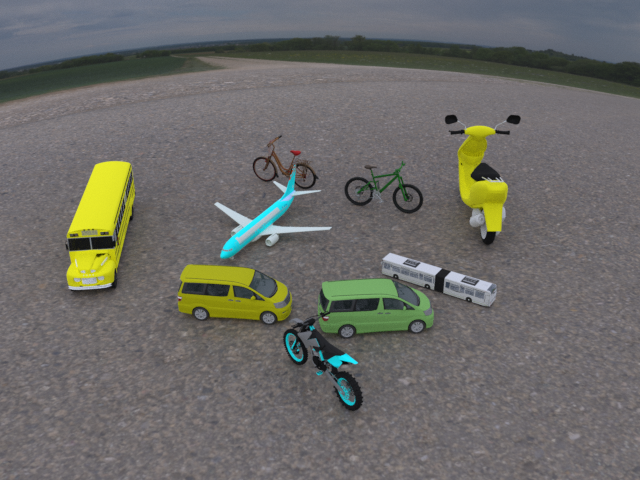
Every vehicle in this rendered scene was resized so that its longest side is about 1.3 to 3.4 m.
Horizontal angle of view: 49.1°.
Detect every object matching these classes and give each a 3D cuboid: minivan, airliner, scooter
[{"bbox_3d":[0.752,0.870,9.353,1.548,0.616,0.681,-3,28,-6],"label":"minivan"},{"bbox_3d":[-0.962,-0.467,11.664,2.257,0.835,2.541,13,30,23],"label":"airliner"},{"bbox_3d":[2.760,-1.182,12.004,1.288,1.786,2.721,0,28,0],"label":"scooter"},{"bbox_3d":[-1.161,0.722,9.633,1.548,0.616,0.681,3,28,5],"label":"minivan"}]

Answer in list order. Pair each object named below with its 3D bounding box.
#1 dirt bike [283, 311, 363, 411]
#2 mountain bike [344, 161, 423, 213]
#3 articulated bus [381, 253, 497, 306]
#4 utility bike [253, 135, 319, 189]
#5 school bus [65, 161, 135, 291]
[{"bbox_3d":[0.000,1.345,8.187,0.527,0.857,1.493,-19,33,-32],"label":"dirt bike"},{"bbox_3d":[1.137,-0.948,12.544,1.469,0.868,0.573,10,29,18],"label":"mountain bike"},{"bbox_3d":[1.712,0.569,10.277,1.749,0.289,0.311,17,32,29],"label":"articulated bus"},{"bbox_3d":[-0.700,-1.458,13.434,1.435,0.946,0.535,12,30,22],"label":"utility bike"},{"bbox_3d":[-3.508,-0.295,11.326,0.709,0.844,3.322,-4,28,-7],"label":"school bus"}]
